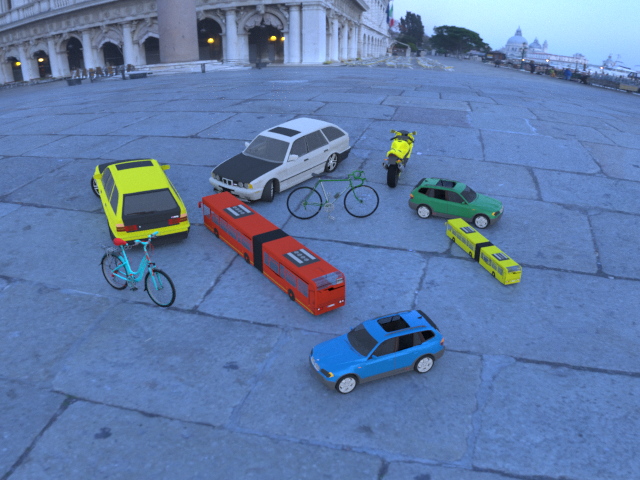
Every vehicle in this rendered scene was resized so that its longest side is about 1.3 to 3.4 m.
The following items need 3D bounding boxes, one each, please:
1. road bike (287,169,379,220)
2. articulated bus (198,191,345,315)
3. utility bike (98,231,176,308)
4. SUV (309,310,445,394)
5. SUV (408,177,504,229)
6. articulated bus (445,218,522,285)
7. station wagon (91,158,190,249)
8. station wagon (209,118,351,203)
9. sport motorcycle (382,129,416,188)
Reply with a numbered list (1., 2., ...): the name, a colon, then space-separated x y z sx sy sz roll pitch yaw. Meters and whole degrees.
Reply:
1. road bike: 0.217 -0.740 11.579 1.545 0.852 0.358 -2 27 -3
2. articulated bus: -0.795 0.094 10.234 0.605 0.561 3.401 -16 31 -30
3. utility bike: -2.439 0.323 9.345 1.435 0.946 0.535 16 31 29
4. SUV: 0.654 1.218 7.963 1.572 0.580 0.656 -10 28 -20
5. SUV: 2.275 -0.656 11.714 1.572 0.580 0.656 11 29 22
6. articulated bus: 2.405 0.141 10.447 0.311 0.289 1.749 -9 28 -17
7. station wagon: -3.069 -0.856 11.735 1.327 0.920 3.105 -10 28 -20
8. station wagon: -0.708 -1.601 13.226 1.327 0.920 3.105 19 32 32
9. sport motorcycle: 1.493 -1.571 13.277 0.506 0.821 1.520 8 28 15
